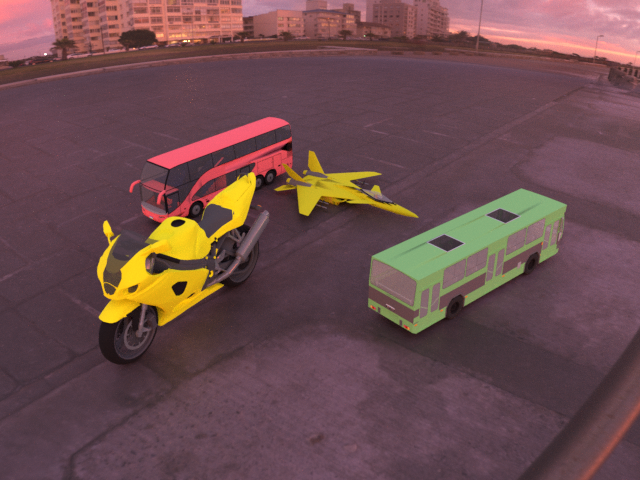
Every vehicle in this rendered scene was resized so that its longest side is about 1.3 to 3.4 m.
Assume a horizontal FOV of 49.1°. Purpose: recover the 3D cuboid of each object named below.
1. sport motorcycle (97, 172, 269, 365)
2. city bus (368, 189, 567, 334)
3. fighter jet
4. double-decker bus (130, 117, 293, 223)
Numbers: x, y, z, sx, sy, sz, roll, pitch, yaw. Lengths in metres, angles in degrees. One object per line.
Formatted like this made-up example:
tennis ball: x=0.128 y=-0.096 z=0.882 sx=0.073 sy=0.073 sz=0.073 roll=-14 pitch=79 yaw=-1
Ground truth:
sport motorcycle: x=-1.685 y=0.288 z=8.800 sx=0.983 sy=1.596 sz=2.955 roll=16 pitch=32 yaw=27
city bus: x=2.104 y=0.237 z=9.640 sx=3.255 sy=0.894 sz=0.926 roll=-22 pitch=35 yaw=-35
fighter jet: x=0.569 y=-0.900 z=12.131 sx=2.640 sy=0.557 sz=2.229 roll=20 pitch=34 yaw=32
double-decker bus: x=-1.767 y=-1.250 z=12.262 sx=0.756 sy=1.052 sz=3.251 roll=21 pitch=35 yaw=34
